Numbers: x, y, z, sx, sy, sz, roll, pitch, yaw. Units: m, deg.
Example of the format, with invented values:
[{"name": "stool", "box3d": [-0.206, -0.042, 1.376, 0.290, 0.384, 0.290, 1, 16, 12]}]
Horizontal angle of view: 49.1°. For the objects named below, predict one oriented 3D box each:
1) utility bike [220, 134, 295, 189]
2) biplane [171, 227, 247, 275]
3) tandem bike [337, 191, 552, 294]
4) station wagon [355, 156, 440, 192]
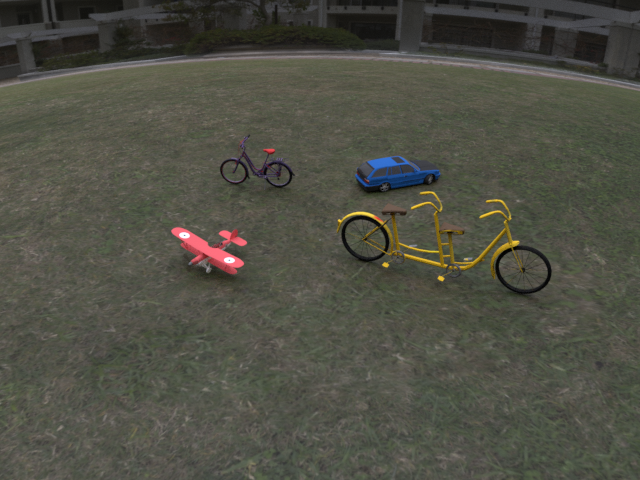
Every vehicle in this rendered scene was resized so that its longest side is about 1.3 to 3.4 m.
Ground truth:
[{"name": "utility bike", "box3d": [-1.174, -1.394, 12.871, 1.435, 0.946, 0.535, 5, 30, 8]}, {"name": "biplane", "box3d": [-1.583, 0.164, 10.561, 1.336, 0.504, 1.090, 19, 34, 30]}, {"name": "tandem bike", "box3d": [1.732, -0.045, 10.097, 3.192, 1.326, 0.550, 12, 32, 20]}, {"name": "station wagon", "box3d": [1.486, -1.299, 13.184, 1.597, 0.473, 0.682, -10, 31, -18]}]
